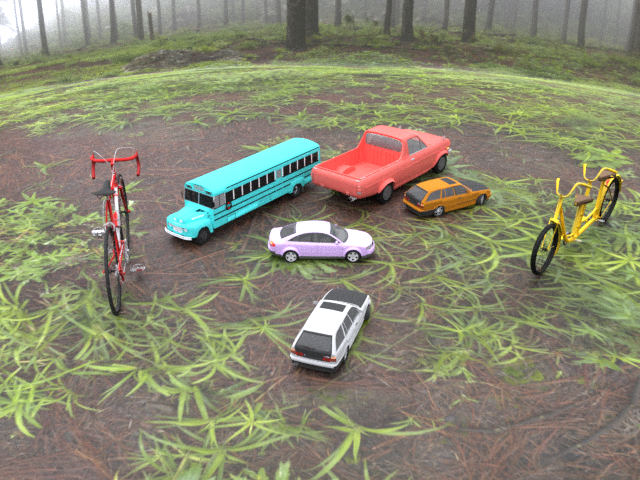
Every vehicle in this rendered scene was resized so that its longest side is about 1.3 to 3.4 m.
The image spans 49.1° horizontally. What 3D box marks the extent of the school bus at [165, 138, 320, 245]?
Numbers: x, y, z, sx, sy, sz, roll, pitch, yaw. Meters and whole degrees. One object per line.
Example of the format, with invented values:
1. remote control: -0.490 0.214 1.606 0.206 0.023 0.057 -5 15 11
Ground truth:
1. school bus: -1.240 -0.895 11.922 0.709 0.844 3.322 19 33 33

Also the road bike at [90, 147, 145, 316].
1. road bike: -2.837 -0.231 9.734 0.697 1.656 3.004 -5 27 -9

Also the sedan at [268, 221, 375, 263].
1. sedan: 0.021 -0.007 10.581 1.613 0.483 0.635 0 27 0

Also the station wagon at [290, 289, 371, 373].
1. station wagon: 0.169 0.997 8.631 0.682 0.473 1.597 9 28 17

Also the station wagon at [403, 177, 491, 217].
1. station wagon: 2.241 -0.820 12.181 1.597 0.473 0.682 -14 30 -25

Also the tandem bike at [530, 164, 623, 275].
1. tandem bike: 4.002 -0.515 10.649 0.550 1.326 3.192 22 34 36

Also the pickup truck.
1. pickup truck: 1.213 -1.524 12.987 1.244 0.993 3.117 21 34 34
